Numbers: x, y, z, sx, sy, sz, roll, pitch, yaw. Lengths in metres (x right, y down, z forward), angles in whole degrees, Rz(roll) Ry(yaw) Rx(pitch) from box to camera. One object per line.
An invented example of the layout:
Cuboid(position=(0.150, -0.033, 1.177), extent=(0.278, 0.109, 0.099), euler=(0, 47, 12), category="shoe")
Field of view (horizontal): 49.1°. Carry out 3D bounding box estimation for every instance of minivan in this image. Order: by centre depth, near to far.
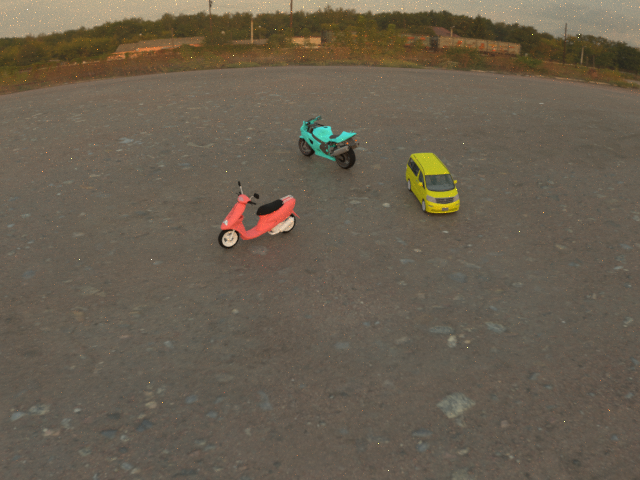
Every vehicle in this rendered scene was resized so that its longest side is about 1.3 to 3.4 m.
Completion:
Cuboid(position=(1.960, -1.001, 12.230), extent=(0.681, 0.616, 1.548), euler=(-4, 27, -8), category="minivan")

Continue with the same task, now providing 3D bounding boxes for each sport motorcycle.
Cuboid(position=(0.130, -1.926, 13.833), extent=(1.520, 0.821, 0.506), euler=(23, 35, 38), category="sport motorcycle")

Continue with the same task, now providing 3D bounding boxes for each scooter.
Cuboid(position=(-0.940, -0.416, 10.737), extent=(1.399, 0.919, 0.662), euler=(-16, 31, -28), category="scooter")
